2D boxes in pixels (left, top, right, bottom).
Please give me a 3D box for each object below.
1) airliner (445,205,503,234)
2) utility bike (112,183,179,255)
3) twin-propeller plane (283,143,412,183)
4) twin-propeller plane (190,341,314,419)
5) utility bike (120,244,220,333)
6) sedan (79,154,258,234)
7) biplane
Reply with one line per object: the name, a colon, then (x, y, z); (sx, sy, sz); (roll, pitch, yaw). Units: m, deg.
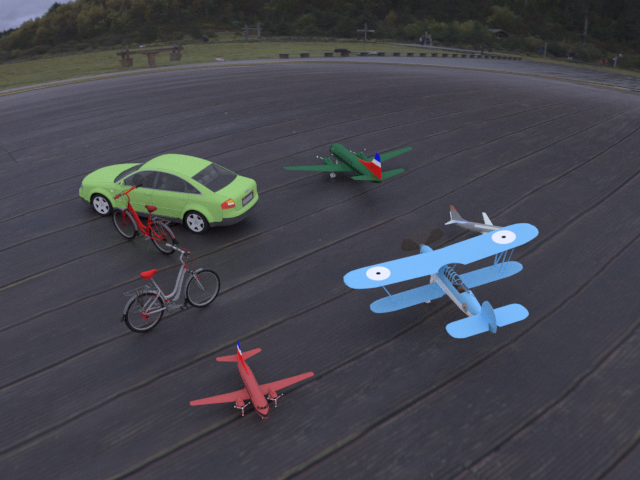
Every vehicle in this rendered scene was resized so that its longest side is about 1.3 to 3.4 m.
airliner: (2.636, -0.257, 10.926); (1.307, 0.429, 1.161); (9, 29, 17)
utility bike: (-2.680, -0.287, 10.422); (1.435, 0.946, 0.535); (18, 33, 31)
twin-propeller plane: (0.639, -1.516, 12.959); (2.663, 0.792, 2.129); (-11, 30, -21)
twin-propeller plane: (-0.745, 1.513, 7.538); (1.370, 0.407, 1.095); (-10, 29, -19)
utility bike: (-1.896, 0.568, 8.775); (1.435, 0.946, 0.535); (-22, 35, -36)
sedan: (-2.559, -0.900, 11.611); (3.137, 0.940, 1.235); (10, 29, 19)
biplane: (1.639, 0.575, 8.723); (2.598, 0.981, 2.120); (-8, 28, -14)
